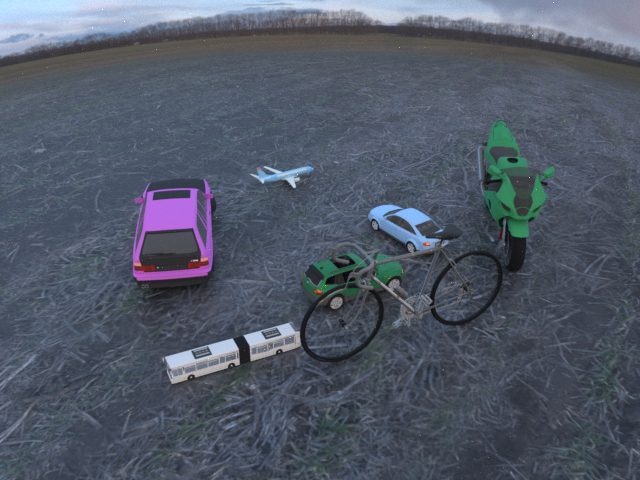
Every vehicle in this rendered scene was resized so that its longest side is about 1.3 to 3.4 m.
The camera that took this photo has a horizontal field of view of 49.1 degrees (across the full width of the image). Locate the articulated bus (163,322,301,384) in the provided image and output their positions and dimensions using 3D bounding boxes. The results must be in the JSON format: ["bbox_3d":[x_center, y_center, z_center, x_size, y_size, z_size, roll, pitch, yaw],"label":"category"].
[{"bbox_3d":[-1.091,1.424,8.901,1.749,0.289,0.311,-13,32,-21],"label":"articulated bus"}]

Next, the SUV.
[{"bbox_3d":[0.490,0.503,10.207,1.572,0.580,0.656,-15,33,-24],"label":"SUV"}]

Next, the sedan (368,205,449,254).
[{"bbox_3d":[1.443,-0.262,11.632,0.635,0.483,1.613,-19,35,-30],"label":"sedan"}]

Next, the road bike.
[{"bbox_3d":[1.123,0.631,8.908,3.004,1.656,0.697,-13,32,-21],"label":"road bike"}]

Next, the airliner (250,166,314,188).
[{"bbox_3d":[-0.667,-1.346,13.567,1.307,0.429,1.161,-18,35,-29],"label":"airliner"}]

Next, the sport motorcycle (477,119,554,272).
[{"bbox_3d":[3.053,-0.785,11.426,0.983,1.596,2.955,2,30,4],"label":"sport motorcycle"}]

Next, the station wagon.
[{"bbox_3d":[-2.355,-0.362,11.367,1.327,0.920,3.105,-4,30,-7],"label":"station wagon"}]
